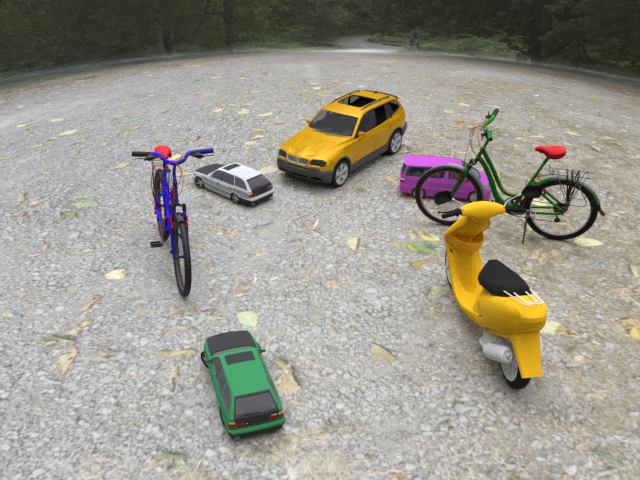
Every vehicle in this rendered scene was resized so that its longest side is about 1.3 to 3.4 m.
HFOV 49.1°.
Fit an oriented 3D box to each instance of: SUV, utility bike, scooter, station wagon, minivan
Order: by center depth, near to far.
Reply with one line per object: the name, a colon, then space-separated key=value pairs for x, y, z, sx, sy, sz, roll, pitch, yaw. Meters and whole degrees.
station wagon: x=-0.853 y=1.422 z=7.496 sx=0.682 sy=0.473 sz=1.597 roll=-9 pitch=30 yaw=-16
scooter: x=1.965 y=0.345 z=8.096 sx=1.288 sy=1.786 sz=2.721 roll=-4 pitch=29 yaw=-8
utility bike: x=-1.994 y=-0.535 z=9.650 sx=1.039 sy=1.839 sz=2.791 roll=-10 pitch=30 yaw=-17
utility bike: x=2.775 y=-0.852 z=10.230 sx=2.791 sy=1.839 sz=1.039 roll=8 pitch=30 yaw=15
minivan: x=2.135 y=-1.057 z=11.879 sx=1.548 sy=0.616 sz=0.681 roll=5 pitch=29 yaw=9
station wagon: x=-1.525 y=-1.052 z=12.019 sx=1.597 sy=0.473 sz=0.682 roll=24 pitch=36 yaw=36
SUV: x=0.471 y=-1.984 z=13.040 sx=1.276 sy=1.128 sz=3.058 roll=19 pitch=34 yaw=31
